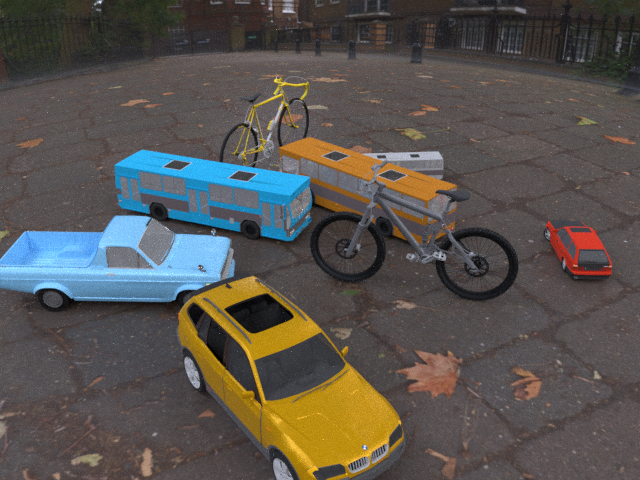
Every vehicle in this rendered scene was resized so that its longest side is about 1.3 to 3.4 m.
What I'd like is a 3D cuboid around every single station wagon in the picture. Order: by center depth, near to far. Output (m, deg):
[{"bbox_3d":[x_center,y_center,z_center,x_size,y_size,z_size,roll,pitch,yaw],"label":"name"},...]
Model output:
[{"bbox_3d":[3.875,0.038,10.546,0.682,0.473,1.597,1,28,2],"label":"station wagon"}]

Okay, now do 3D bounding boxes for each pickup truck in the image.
[{"bbox_3d":[-2.757,0.261,9.575,3.117,0.993,1.244,1,28,2],"label":"pickup truck"}]

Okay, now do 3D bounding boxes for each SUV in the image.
[{"bbox_3d":[-0.427,1.372,7.341,1.276,1.128,3.058,-19,33,-31],"label":"SUV"}]

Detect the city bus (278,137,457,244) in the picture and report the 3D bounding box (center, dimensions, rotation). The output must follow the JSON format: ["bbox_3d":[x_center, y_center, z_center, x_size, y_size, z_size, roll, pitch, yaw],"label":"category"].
[{"bbox_3d":[0.701,-0.842,11.752,3.255,0.894,0.926,24,36,38],"label":"city bus"}]

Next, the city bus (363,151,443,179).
[{"bbox_3d":[1.454,-1.361,13.191,1.674,0.460,0.476,-2,28,-4],"label":"city bus"}]

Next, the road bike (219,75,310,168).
[{"bbox_3d":[-1.004,-2.151,13.402,0.697,1.656,3.004,15,32,27],"label":"road bike"}]

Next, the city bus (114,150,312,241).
[{"bbox_3d":[-1.778,-0.731,11.544,3.255,0.894,0.926,11,30,20],"label":"city bus"}]

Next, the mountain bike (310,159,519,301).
[{"bbox_3d":[1.237,-0.052,9.422,2.857,1.688,1.114,8,29,14],"label":"mountain bike"}]
